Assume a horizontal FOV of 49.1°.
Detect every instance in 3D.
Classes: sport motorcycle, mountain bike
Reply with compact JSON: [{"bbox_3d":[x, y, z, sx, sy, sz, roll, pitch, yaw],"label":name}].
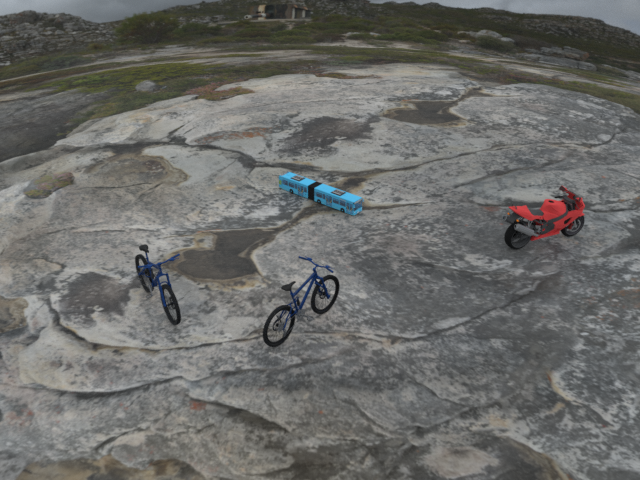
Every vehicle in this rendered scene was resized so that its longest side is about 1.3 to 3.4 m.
[{"bbox_3d":[3.552,-0.325,10.978,1.520,0.821,0.506,-11,32,-19],"label":"sport motorcycle"},{"bbox_3d":[-2.225,0.527,9.458,0.573,0.868,1.469,-18,35,-29],"label":"mountain bike"},{"bbox_3d":[-0.218,0.774,9.030,0.573,0.868,1.469,23,37,34],"label":"mountain bike"}]

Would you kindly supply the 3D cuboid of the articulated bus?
[{"bbox_3d":[-0.006,-0.835,12.391,1.749,0.289,0.311,22,37,33],"label":"articulated bus"}]
